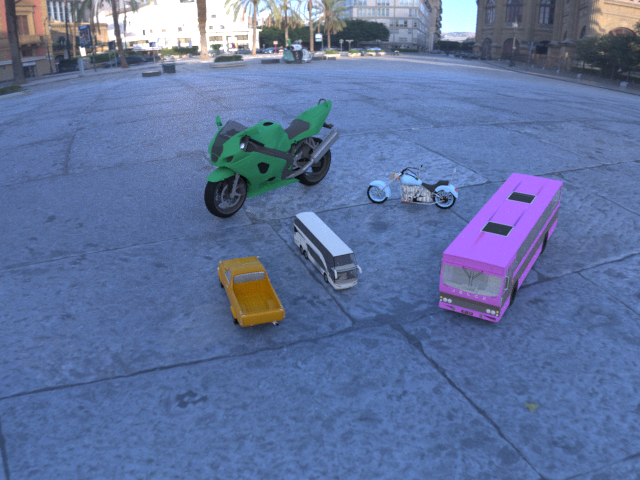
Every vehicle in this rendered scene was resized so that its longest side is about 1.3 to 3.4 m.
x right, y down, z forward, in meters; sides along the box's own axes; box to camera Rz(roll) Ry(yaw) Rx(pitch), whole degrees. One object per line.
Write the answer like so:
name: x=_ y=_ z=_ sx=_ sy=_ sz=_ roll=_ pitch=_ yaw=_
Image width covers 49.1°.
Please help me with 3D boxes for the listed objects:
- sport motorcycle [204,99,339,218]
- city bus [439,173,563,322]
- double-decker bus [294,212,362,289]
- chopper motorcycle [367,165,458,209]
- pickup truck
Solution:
sport motorcycle: x=-0.831 y=-1.452 z=12.123 sx=0.983 sy=1.596 sz=2.955 roll=23 pitch=34 yaw=38
city bus: x=2.637 y=0.021 z=9.928 sx=0.926 sy=0.894 sz=3.255 roll=14 pitch=29 yaw=26
double-decker bus: x=0.066 y=0.145 z=10.075 sx=0.389 sy=0.541 sz=1.672 roll=-10 pitch=28 yaw=-20
chopper motorcycle: x=1.586 y=-0.930 z=12.007 sx=1.563 sy=0.761 sz=0.466 roll=7 pitch=27 yaw=14
pickup truck: x=-0.925 y=0.616 z=9.153 sx=0.640 sy=0.511 sz=1.603 roll=-8 pitch=27 yaw=-16
